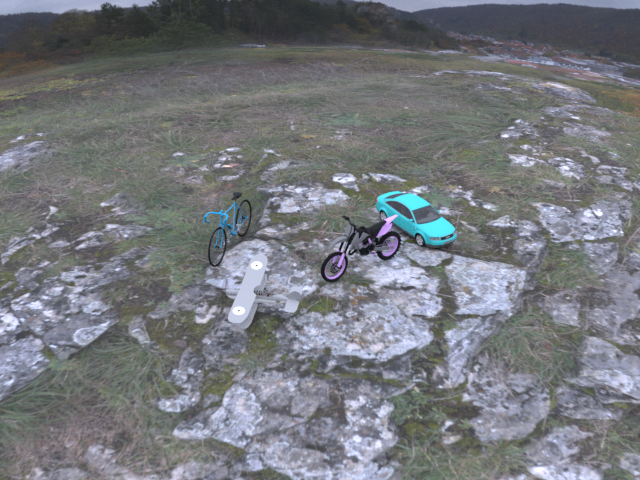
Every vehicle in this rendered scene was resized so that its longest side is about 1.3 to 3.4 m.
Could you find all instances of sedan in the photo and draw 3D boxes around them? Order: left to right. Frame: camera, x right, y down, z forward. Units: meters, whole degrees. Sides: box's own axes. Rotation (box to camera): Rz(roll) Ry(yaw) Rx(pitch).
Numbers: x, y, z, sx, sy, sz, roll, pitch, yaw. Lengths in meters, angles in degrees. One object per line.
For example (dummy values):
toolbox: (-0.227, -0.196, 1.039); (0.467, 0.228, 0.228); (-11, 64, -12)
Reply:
sedan: (1.536, -0.391, 11.259); (0.635, 0.483, 1.613); (-17, 34, -28)

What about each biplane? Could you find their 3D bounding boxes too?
biplane: (-0.778, 0.757, 9.230); (1.090, 0.504, 1.336); (5, 30, 9)

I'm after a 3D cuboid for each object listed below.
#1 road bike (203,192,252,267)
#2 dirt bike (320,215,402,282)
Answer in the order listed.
road bike: (-1.355, -0.232, 10.611); (0.358, 0.852, 1.545); (9, 31, 16)
dirt bike: (0.620, 0.069, 10.078); (1.493, 0.857, 0.527); (-20, 36, -31)
